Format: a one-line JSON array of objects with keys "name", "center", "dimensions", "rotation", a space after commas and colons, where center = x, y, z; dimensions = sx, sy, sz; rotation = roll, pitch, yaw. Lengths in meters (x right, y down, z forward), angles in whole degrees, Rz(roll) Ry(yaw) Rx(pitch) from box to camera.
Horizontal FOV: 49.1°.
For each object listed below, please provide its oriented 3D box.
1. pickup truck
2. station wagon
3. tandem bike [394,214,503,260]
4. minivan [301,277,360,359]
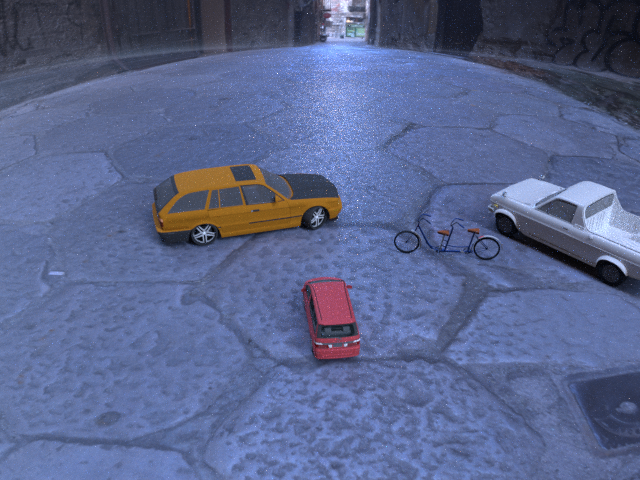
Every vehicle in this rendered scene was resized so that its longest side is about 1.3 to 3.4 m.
[{"name": "pickup truck", "center": [4.112, -0.257, 10.684], "dimensions": [1.244, 0.993, 3.117], "rotation": [-22, 37, -33]}, {"name": "station wagon", "center": [-1.181, -0.703, 11.526], "dimensions": [3.105, 0.920, 1.327], "rotation": [-8, 31, -14]}, {"name": "tandem bike", "center": [1.949, -0.038, 10.616], "dimensions": [1.642, 0.682, 0.283], "rotation": [5, 30, 8]}, {"name": "minivan", "center": [0.125, 0.892, 9.075], "dimensions": [0.681, 0.616, 1.548], "rotation": [-3, 30, -6]}]
